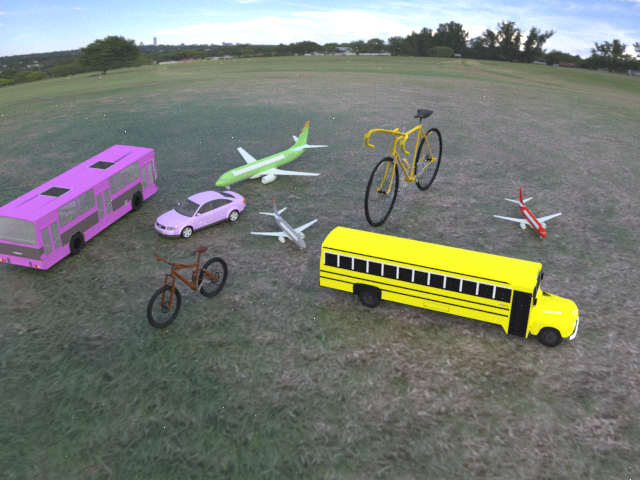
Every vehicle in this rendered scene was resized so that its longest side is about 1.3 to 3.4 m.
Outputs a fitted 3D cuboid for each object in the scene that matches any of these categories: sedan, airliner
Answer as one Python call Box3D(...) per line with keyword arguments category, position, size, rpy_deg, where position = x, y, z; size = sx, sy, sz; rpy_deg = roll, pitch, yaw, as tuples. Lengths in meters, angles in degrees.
Box3D(category="sedan", position=(-1.968, -0.481, 11.549), size=(1.613, 0.483, 0.635), rpy_deg=(-23, 34, -38))
Box3D(category="airliner", position=(-1.038, -1.630, 13.475), size=(2.257, 0.835, 2.541), rpy_deg=(22, 34, 37))
Box3D(category="airliner", position=(-0.507, -0.247, 11.137), size=(1.161, 0.429, 1.307), rpy_deg=(-12, 29, -23))
Box3D(category="airliner", position=(3.487, -0.447, 11.540), size=(1.161, 0.429, 1.307), rpy_deg=(-2, 26, -4))

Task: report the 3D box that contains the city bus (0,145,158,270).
Box3D(category="city bus", position=(-3.801, -0.592, 11.309), size=(0.926, 0.894, 3.255), rpy_deg=(8, 27, 16))

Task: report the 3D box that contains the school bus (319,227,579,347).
Box3D(category="school bus", position=(1.633, 0.551, 9.054), size=(3.322, 0.844, 0.709), rpy_deg=(11, 28, 21))

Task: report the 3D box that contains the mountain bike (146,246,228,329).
Box3D(category="mountain bike", position=(-1.702, 0.534, 9.062), size=(0.573, 0.868, 1.469), rpy_deg=(17, 31, 30))

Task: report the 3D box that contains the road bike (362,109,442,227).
Box3D(category="road bike", position=(1.500, -1.347, 11.977), size=(0.697, 1.656, 3.004), rpy_deg=(15, 30, 28))
